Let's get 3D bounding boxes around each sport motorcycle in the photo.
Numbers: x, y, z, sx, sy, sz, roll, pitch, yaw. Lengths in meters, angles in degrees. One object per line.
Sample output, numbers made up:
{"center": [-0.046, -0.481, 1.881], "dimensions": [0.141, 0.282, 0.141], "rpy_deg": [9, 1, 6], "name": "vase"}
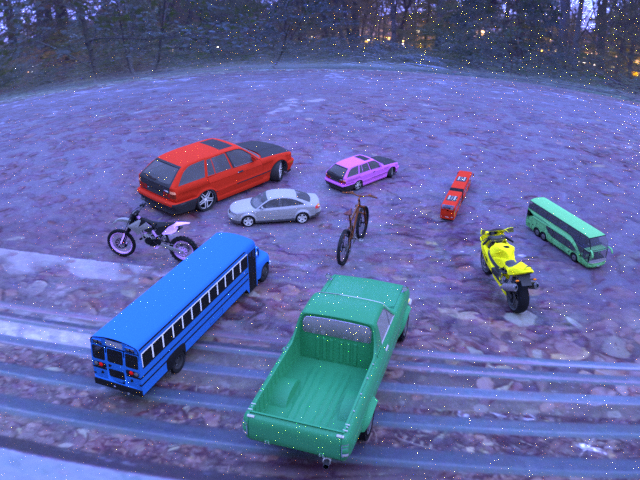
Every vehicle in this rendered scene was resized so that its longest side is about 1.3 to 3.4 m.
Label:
{"center": [2.606, 0.378, 9.876], "dimensions": [0.506, 0.821, 1.520], "rpy_deg": [-5, 28, -9], "name": "sport motorcycle"}

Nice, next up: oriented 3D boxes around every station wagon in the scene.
{"center": [-1.870, -1.395, 13.151], "dimensions": [1.327, 0.920, 3.105], "rpy_deg": [23, 35, 37], "name": "station wagon"}
{"center": [0.843, -1.392, 13.626], "dimensions": [1.597, 0.473, 0.682], "rpy_deg": [-23, 35, -36], "name": "station wagon"}

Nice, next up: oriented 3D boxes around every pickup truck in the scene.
{"center": [0.214, 1.245, 8.038], "dimensions": [1.244, 0.993, 3.117], "rpy_deg": [9, 29, 16], "name": "pickup truck"}

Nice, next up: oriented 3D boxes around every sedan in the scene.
{"center": [-0.790, -0.599, 12.103], "dimensions": [1.613, 0.483, 0.635], "rpy_deg": [-4, 28, -7], "name": "sedan"}

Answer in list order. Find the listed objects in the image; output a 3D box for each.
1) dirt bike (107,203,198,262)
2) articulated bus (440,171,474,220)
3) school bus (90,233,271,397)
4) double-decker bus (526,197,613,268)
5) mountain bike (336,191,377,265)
{"center": [-2.585, -0.070, 10.692], "dimensions": [1.493, 0.857, 0.527], "rpy_deg": [6, 28, 11], "name": "dirt bike"}
{"center": [2.496, -0.835, 12.763], "dimensions": [0.311, 0.289, 1.749], "rpy_deg": [10, 29, 18], "name": "articulated bus"}
{"center": [-1.631, 0.757, 9.130], "dimensions": [0.709, 0.844, 3.322], "rpy_deg": [11, 30, 20], "name": "school bus"}
{"center": [3.916, -0.123, 11.133], "dimensions": [0.389, 0.541, 1.672], "rpy_deg": [-10, 29, -19], "name": "double-decker bus"}
{"center": [0.533, -0.223, 10.971], "dimensions": [0.573, 0.868, 1.469], "rpy_deg": [10, 29, 18], "name": "mountain bike"}
